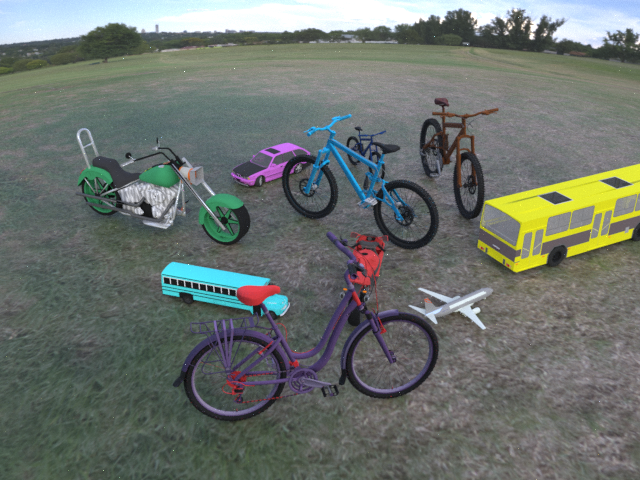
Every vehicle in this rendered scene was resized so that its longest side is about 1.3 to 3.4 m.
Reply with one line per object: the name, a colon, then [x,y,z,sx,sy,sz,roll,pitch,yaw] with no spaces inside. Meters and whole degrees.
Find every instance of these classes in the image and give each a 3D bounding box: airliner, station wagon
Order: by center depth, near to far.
airliner: [1.784,0.739,8.972,1.307,0.429,1.161,-19,33,-31]
station wagon: [-0.906,-1.436,13.060,1.597,0.473,0.682,-24,36,-38]

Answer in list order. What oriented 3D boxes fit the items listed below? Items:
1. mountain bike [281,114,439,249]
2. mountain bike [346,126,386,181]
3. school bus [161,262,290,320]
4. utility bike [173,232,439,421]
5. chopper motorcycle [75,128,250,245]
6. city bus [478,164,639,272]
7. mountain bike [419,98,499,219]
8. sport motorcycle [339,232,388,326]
mountain bike: [0.550,-0.881,10.701,2.857,1.688,1.114,19,33,31]
mountain bike: [0.839,-1.667,13.077,0.573,0.868,1.469,-12,30,-22]
school bus: [-1.231,0.652,9.133,1.708,0.434,0.365,9,29,16]
utility bike: [-0.122,0.914,7.126,2.791,1.839,1.039,-6,28,-11]
chopper motorcycle: [-2.494,-0.837,10.842,3.040,1.480,0.906,11,30,20]
city bus: [3.941,-0.345,10.534,3.255,0.894,0.926,-14,31,-24]
mountain bike: [2.225,-1.551,11.976,1.114,1.688,2.857,-5,28,-10]
sport motorcycle: [0.566,0.461,9.082,0.506,0.821,1.520,6,28,11]
